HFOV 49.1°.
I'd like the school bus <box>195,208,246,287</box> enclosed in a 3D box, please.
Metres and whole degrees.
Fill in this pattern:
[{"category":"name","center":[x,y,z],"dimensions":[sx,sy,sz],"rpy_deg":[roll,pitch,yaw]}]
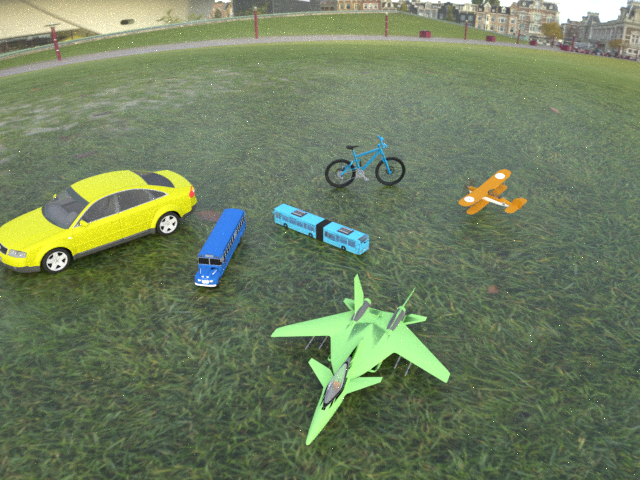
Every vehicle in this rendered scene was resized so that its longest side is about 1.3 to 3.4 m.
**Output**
[{"category":"school bus","center":[-1.479,0.104,10.447],"dimensions":[0.365,0.434,1.708],"rpy_deg":[4,30,7]}]

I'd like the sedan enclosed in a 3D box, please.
[{"category":"sedan","center":[-3.440,-0.433,10.868],"dimensions":[3.137,0.940,1.235],"rpy_deg":[-22,37,-33]}]

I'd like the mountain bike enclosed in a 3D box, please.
[{"category":"mountain bike","center":[0.818,-1.349,12.519],"dimensions":[1.469,0.868,0.573],"rpy_deg":[-3,30,-5]}]

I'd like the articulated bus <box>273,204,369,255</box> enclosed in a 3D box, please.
[{"category":"articulated bus","center":[-0.008,-0.183,11.087],"dimensions":[1.749,0.289,0.311],"rpy_deg":[21,36,32]}]

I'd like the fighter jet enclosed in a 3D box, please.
[{"category":"fighter jet","center":[0.369,1.349,8.179],"dimensions":[2.229,0.557,2.640],"rpy_deg":[12,32,19]}]

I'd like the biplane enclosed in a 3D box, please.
[{"category":"biplane","center":[2.901,-0.705,11.771],"dimensions":[1.336,0.504,1.090],"rpy_deg":[-26,39,-37]}]
